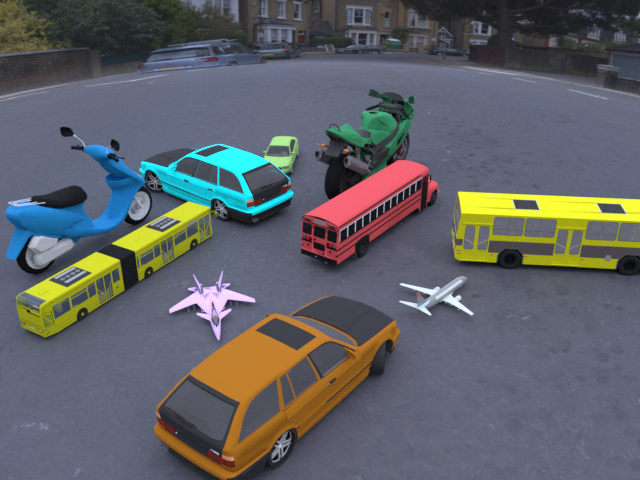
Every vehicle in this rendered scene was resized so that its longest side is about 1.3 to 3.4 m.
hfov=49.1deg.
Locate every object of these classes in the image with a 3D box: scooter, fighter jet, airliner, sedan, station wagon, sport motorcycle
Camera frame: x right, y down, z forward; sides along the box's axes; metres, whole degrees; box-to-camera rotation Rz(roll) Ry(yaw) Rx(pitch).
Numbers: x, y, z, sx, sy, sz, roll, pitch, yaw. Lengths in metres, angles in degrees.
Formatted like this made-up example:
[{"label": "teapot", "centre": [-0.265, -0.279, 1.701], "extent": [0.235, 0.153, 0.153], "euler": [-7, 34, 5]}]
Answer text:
[{"label": "scooter", "centre": [-3.625, -0.682, 10.650], "extent": [1.288, 1.786, 2.721], "euler": [17, 32, 29]}, {"label": "fighter jet", "centre": [-1.421, 0.871, 9.305], "extent": [1.147, 0.286, 1.358], "euler": [-6, 28, -12]}, {"label": "airliner", "centre": [1.664, 0.661, 9.552], "extent": [1.161, 0.429, 1.307], "euler": [22, 35, 36]}, {"label": "sedan", "centre": [-0.794, -1.748, 14.080], "extent": [0.635, 0.483, 1.613], "euler": [3, 28, 5]}, {"label": "station wagon", "centre": [-1.946, -1.195, 12.557], "extent": [3.105, 0.920, 1.327], "euler": [21, 34, 35]}, {"label": "station wagon", "centre": [-0.320, 1.361, 7.689], "extent": [1.327, 0.920, 3.105], "euler": [20, 34, 33]}, {"label": "sport motorcycle", "centre": [0.939, -1.758, 12.902], "extent": [0.983, 1.596, 2.955], "euler": [17, 32, 29]}]

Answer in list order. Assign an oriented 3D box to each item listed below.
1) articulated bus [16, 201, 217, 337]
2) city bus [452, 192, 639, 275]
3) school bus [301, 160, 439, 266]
[{"label": "articulated bus", "centre": [-2.771, 0.309, 10.078], "extent": [0.605, 0.561, 3.401], "euler": [15, 31, 27]}, {"label": "city bus", "centre": [3.664, -0.096, 10.492], "extent": [3.255, 0.894, 0.926], "euler": [3, 28, 6]}, {"label": "school bus", "centre": [0.947, -0.561, 11.431], "extent": [0.709, 0.844, 3.322], "euler": [19, 33, 31]}]
